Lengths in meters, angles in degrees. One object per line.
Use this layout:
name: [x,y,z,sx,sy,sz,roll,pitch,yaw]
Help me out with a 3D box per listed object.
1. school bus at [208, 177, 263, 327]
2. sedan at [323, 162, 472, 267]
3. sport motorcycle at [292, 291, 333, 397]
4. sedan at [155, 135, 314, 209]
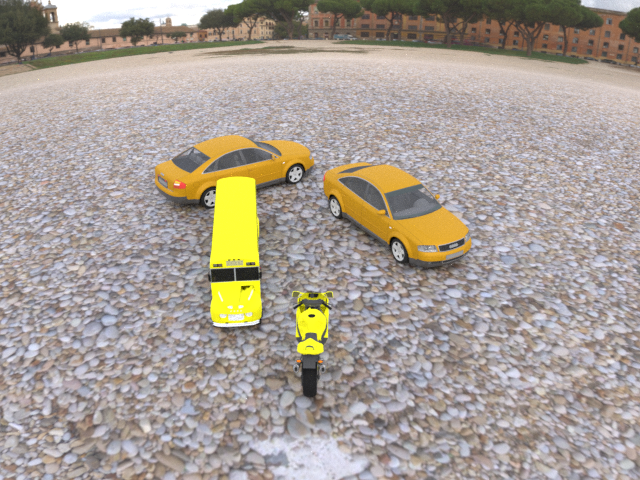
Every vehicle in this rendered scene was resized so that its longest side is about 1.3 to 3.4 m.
school bus: [-1.237,0.094,10.366,0.709,0.844,3.322,-3,29,-5]
sedan: [1.202,-0.578,11.498,1.235,0.940,3.137,-16,32,-27]
sport motorcycle: [-0.099,1.178,8.400,0.506,0.821,1.520,1,29,1]
sedan: [-1.533,-1.440,13.081,3.137,0.940,1.235,-19,34,-31]
